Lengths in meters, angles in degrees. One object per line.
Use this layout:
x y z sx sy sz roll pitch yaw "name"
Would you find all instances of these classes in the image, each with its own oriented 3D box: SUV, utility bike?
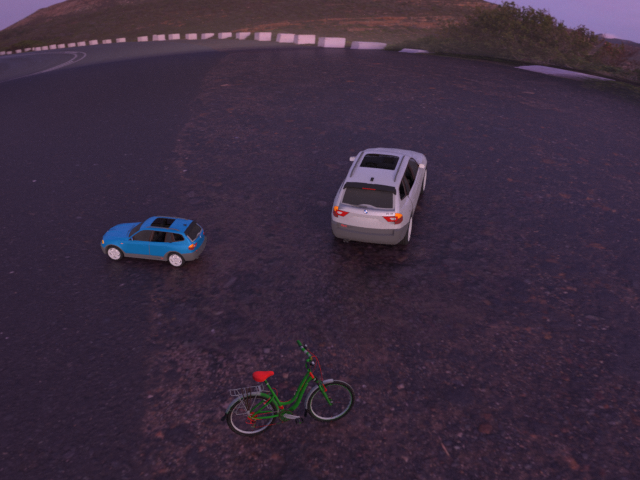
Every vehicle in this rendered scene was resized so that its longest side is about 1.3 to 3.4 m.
-2.499 -0.038 10.498 1.572 0.580 0.656 6 30 10 "SUV"
1.034 -0.940 11.535 1.276 1.128 3.058 7 30 13 "SUV"
-0.335 1.567 7.294 1.435 0.946 0.535 -7 30 -12 "utility bike"
